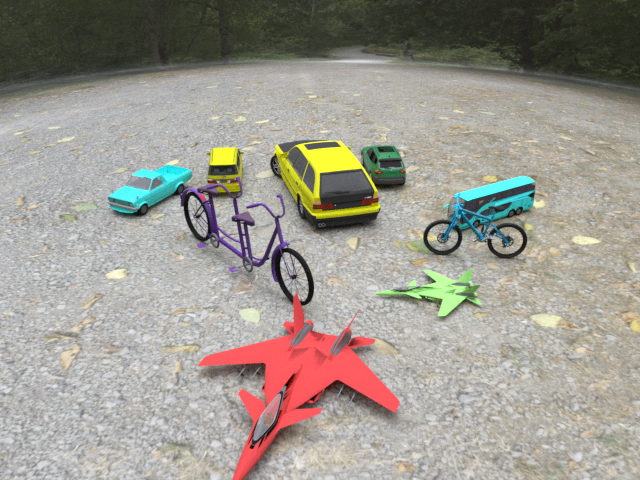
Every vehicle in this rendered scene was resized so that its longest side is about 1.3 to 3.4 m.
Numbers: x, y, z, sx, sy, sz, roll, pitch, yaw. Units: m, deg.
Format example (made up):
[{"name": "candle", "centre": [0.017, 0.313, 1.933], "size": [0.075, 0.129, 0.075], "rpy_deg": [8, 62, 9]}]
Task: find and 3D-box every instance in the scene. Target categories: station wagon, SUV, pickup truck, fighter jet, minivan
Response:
[{"name": "station wagon", "centre": [0.022, -1.215, 11.991], "size": [1.327, 0.920, 3.105], "rpy_deg": [-7, 28, -14]}, {"name": "SUV", "centre": [1.161, -1.465, 12.851], "size": [0.656, 0.580, 1.572], "rpy_deg": [-3, 27, -5]}, {"name": "pickup truck", "centre": [-2.861, -0.925, 11.874], "size": [0.640, 0.511, 1.603], "rpy_deg": [13, 30, 24]}, {"name": "fighter jet", "centre": [-0.331, 1.474, 7.151], "size": [2.229, 0.557, 2.640], "rpy_deg": [9, 29, 18]}, {"name": "fighter jet", "centre": [1.378, 0.616, 9.118], "size": [1.358, 0.286, 1.147], "rpy_deg": [-1, 27, -2]}, {"name": "minivan", "centre": [-1.702, -1.335, 12.559], "size": [0.681, 0.616, 1.548], "rpy_deg": [-2, 27, -4]}]

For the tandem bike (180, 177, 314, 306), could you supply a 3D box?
[{"name": "tandem bike", "centre": [-1.098, -0.197, 9.564], "size": [0.550, 1.326, 3.192], "rpy_deg": [-21, 34, -35]}]

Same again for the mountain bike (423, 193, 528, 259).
[{"name": "mountain bike", "centre": [2.222, -0.153, 9.979], "size": [1.469, 0.868, 0.573], "rpy_deg": [3, 27, 6]}]

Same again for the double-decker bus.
[{"name": "double-decker bus", "centre": [2.733, -0.591, 11.192], "size": [1.672, 0.541, 0.389], "rpy_deg": [-15, 31, -27]}]
